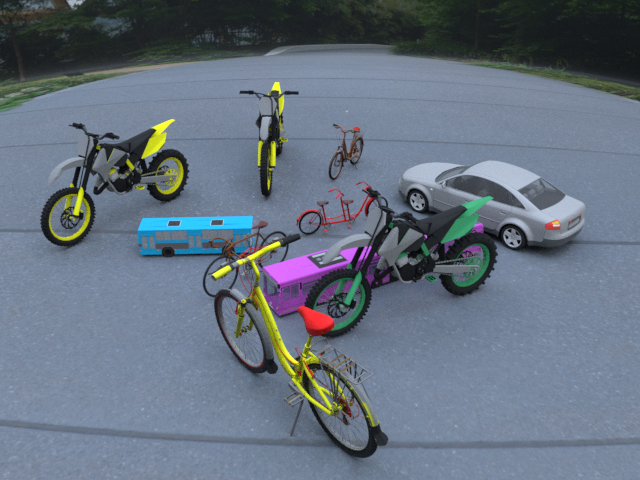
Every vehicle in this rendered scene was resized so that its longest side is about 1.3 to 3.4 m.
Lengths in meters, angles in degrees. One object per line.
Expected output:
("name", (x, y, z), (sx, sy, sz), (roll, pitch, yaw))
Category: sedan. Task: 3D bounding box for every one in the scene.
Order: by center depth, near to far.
("sedan", (2.654, -0.754, 11.215), (3.137, 0.940, 1.235), (25, 37, 38))

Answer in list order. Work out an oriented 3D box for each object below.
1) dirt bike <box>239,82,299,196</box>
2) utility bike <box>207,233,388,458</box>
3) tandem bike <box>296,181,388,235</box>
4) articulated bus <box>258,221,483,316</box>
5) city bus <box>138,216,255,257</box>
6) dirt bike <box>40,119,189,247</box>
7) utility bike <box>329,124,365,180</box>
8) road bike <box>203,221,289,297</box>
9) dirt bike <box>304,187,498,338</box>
("dirt bike", (-0.868, -2.005, 12.772), (1.024, 1.666, 2.903), (1, 28, 2))
("utility bike", (-0.389, 1.019, 6.972), (1.039, 1.839, 2.791), (-22, 35, -35))
("tandem bike", (0.372, -0.514, 11.040), (1.642, 0.682, 0.283), (-13, 31, -23))
("articulated bus", (0.795, 0.279, 9.696), (3.401, 0.561, 0.605), (-15, 32, -26))
("city bus", (-1.821, -0.048, 10.410), (1.674, 0.460, 0.476), (-1, 28, -2))
("dirt bike", (-3.160, -1.045, 10.988), (1.024, 1.666, 2.903), (19, 34, 31))
("utility bike", (0.557, -1.709, 12.982), (0.535, 0.946, 1.435), (14, 31, 25))
("road bike", (-0.986, 0.207, 9.522), (0.358, 0.852, 1.545), (24, 37, 37))
("dirt bike", (1.097, 0.216, 8.646), (2.903, 1.666, 1.024), (-15, 32, -25))
